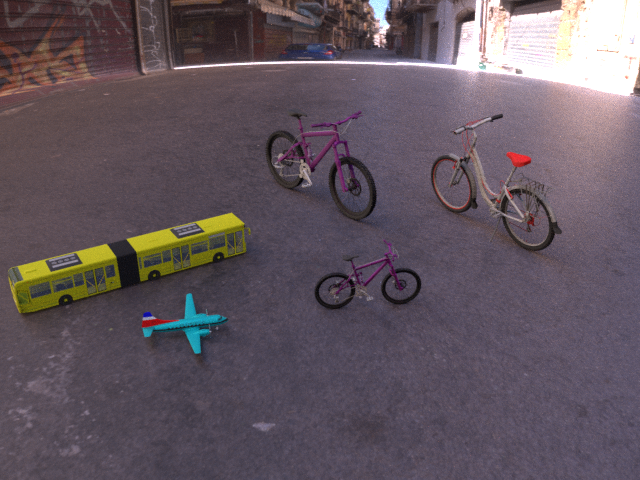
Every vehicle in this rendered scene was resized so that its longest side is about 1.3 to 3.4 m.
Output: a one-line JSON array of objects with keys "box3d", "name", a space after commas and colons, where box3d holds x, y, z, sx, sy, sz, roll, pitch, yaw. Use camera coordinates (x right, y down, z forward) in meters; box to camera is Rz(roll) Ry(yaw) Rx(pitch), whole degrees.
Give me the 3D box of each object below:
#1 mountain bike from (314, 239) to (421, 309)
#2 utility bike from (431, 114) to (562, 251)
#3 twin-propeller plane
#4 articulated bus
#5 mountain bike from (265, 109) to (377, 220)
[{"box3d": [0.653, 0.521, 9.396, 1.469, 0.868, 0.573, -4, 28, -7], "name": "mountain bike"}, {"box3d": [2.677, -0.942, 11.118, 1.039, 1.839, 2.791, -18, 33, -30], "name": "utility bike"}, {"box3d": [-1.717, 1.030, 8.930, 1.095, 0.407, 1.370, -7, 29, -12], "name": "twin-propeller plane"}, {"box3d": [-2.662, 0.287, 10.164, 3.401, 0.561, 0.605, -16, 32, -28], "name": "articulated bus"}, {"box3d": [-0.055, -1.442, 12.222, 1.114, 1.688, 2.857, -23, 35, -36], "name": "mountain bike"}]
